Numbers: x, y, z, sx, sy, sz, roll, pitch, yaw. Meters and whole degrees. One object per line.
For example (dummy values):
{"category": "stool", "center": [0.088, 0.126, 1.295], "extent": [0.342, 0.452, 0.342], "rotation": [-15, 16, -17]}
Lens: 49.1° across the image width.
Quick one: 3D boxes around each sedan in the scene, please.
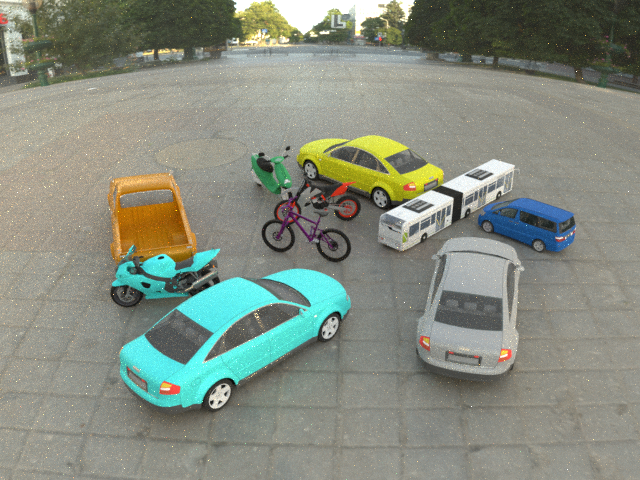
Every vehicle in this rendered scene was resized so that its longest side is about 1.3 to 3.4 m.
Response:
{"category": "sedan", "center": [0.859, -1.446, 13.090], "extent": [1.235, 0.940, 3.137], "rotation": [-25, 37, -38]}
{"category": "sedan", "center": [-0.910, 1.000, 8.500], "extent": [1.235, 0.940, 3.137], "rotation": [25, 37, 38]}
{"category": "sedan", "center": [2.007, 0.657, 9.144], "extent": [1.235, 0.940, 3.137], "rotation": [7, 29, 14]}

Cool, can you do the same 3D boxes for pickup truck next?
{"category": "pickup truck", "center": [-2.708, -0.394, 11.059], "extent": [1.244, 0.993, 3.117], "rotation": [-8, 29, -15]}

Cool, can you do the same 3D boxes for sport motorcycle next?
{"category": "sport motorcycle", "center": [-2.104, 0.505, 9.555], "extent": [1.520, 0.821, 0.506], "rotation": [-5, 28, -9]}

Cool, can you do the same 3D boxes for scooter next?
{"category": "scooter", "center": [-0.897, -1.270, 12.781], "extent": [0.662, 0.919, 1.399], "rotation": [-18, 33, -30]}

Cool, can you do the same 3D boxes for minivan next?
{"category": "minivan", "center": [3.319, -0.319, 11.320], "extent": [1.548, 0.616, 0.681], "rotation": [25, 37, 39]}

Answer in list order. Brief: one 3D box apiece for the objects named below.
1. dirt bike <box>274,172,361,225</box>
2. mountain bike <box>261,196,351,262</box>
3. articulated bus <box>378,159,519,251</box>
{"category": "dirt bike", "center": [-0.037, -0.669, 11.720], "extent": [1.493, 0.857, 0.527], "rotation": [-5, 28, -9]}
{"category": "mountain bike", "center": [-0.222, -0.131, 10.698], "extent": [1.469, 0.868, 0.573], "rotation": [10, 30, 18]}
{"category": "articulated bus", "center": [2.269, -0.659, 12.015], "extent": [0.605, 0.561, 3.401], "rotation": [24, 36, 38]}
